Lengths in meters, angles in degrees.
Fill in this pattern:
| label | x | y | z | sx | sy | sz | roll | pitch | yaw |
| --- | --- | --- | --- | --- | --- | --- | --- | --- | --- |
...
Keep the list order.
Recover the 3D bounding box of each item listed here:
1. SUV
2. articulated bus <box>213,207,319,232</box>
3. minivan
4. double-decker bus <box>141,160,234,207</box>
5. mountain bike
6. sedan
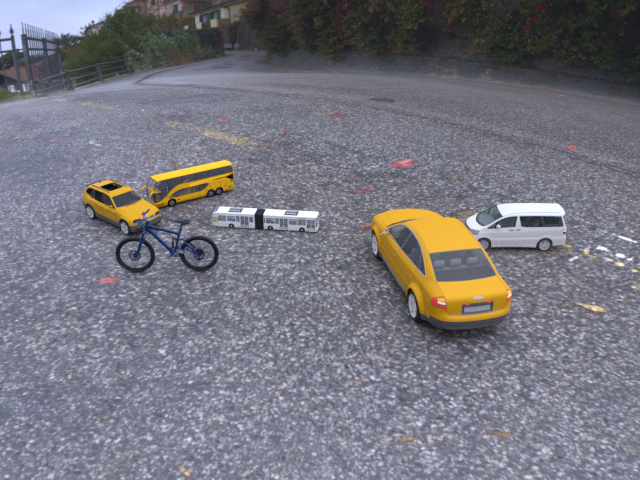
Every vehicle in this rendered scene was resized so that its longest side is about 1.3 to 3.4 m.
| label | x | y | z | sx | sy | sz | roll | pitch | yaw |
| --- | --- | --- | --- | --- | --- | --- | --- | --- | --- |
| SUV | -3.316 | -0.586 | 11.632 | 1.572 | 0.580 | 0.656 | 20 | 33 | 36 |
| articulated bus | -0.875 | -0.341 | 11.462 | 1.749 | 0.289 | 0.311 | 3 | 26 | 7 |
| minivan | 2.997 | -0.226 | 10.854 | 1.548 | 0.616 | 0.681 | 0 | 26 | 1 |
| double-decker bus | -2.330 | -0.997 | 12.521 | 1.672 | 0.541 | 0.389 | -17 | 31 | -31 |
| mountain bike | -2.189 | 0.063 | 9.975 | 1.469 | 0.868 | 0.573 | -1 | 26 | -2 |
| sedan | 1.560 | 0.171 | 9.672 | 1.235 | 0.940 | 3.137 | -5 | 27 | -11 |
